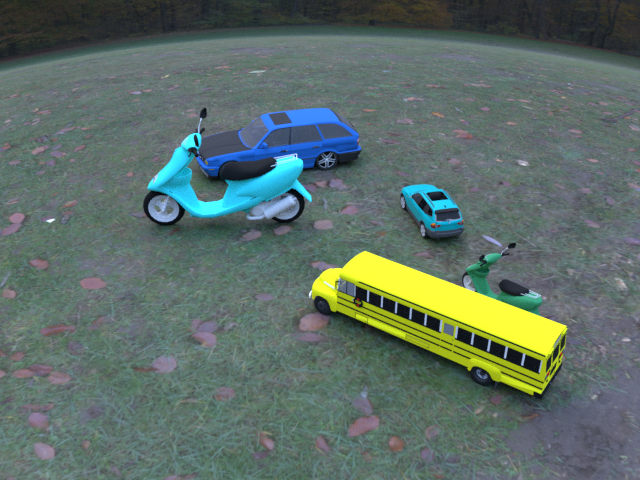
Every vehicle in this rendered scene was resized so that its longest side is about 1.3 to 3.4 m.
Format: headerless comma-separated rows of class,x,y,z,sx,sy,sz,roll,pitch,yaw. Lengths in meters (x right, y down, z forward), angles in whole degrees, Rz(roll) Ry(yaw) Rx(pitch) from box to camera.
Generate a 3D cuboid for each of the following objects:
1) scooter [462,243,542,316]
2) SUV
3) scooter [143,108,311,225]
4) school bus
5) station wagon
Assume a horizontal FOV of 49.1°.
scooter,2.408,0.583,9.253,0.662,0.919,1.399,-19,36,-28
SUV,1.826,-0.561,11.462,0.656,0.580,1.572,-7,32,-11
scooter,-1.501,-1.042,11.093,2.721,1.786,1.288,-1,31,-2
school bus,1.325,0.928,8.757,3.322,0.844,0.709,21,37,30
station wagon,-0.815,-1.883,13.311,3.105,0.920,1.327,-9,32,-14
